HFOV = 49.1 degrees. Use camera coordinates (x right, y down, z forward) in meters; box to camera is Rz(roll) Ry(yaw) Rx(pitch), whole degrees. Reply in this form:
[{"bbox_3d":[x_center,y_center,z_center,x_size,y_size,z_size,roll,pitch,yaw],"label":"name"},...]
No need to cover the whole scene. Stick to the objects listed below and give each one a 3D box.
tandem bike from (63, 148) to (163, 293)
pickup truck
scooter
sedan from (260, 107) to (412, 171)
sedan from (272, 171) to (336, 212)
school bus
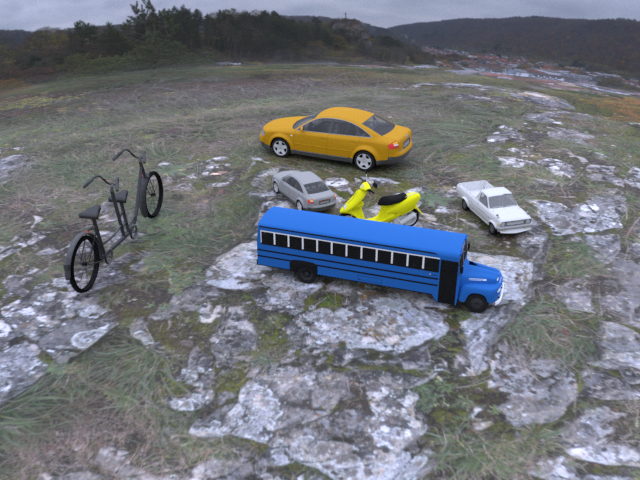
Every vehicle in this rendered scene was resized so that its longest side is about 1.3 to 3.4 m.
[{"bbox_3d":[-2.930,-0.433,10.164,0.550,1.326,3.192,5,27,9],"label":"tandem bike"},{"bbox_3d":[2.808,-0.600,11.394,0.640,0.511,1.603,-7,28,-14],"label":"pickup truck"},{"bbox_3d":[0.937,-0.581,10.904,1.399,0.919,0.662,-5,27,-9],"label":"scooter"},{"bbox_3d":[0.273,-2.129,13.933,3.137,0.940,1.235,12,29,22],"label":"sedan"},{"bbox_3d":[-0.300,-0.927,12.068,0.635,0.483,1.613,-14,30,-26],"label":"sedan"},{"bbox_3d":[0.791,0.219,9.410,3.322,0.844,0.709,9,28,17],"label":"school bus"}]
